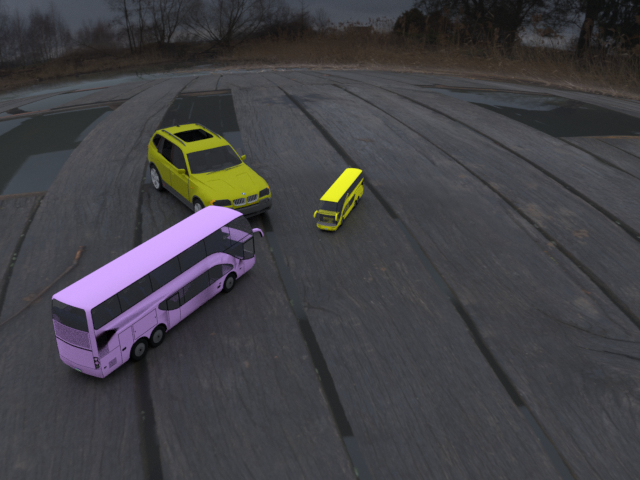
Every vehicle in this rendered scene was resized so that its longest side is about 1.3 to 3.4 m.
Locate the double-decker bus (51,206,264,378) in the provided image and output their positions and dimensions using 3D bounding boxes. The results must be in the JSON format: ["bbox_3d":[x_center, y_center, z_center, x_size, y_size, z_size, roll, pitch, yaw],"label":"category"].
[{"bbox_3d":[-1.936,0.505,8.967,0.756,1.052,3.251,14,30,26],"label":"double-decker bus"}]

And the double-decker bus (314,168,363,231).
[{"bbox_3d":[0.354,-0.689,11.874,0.389,0.541,1.672,9,28,17],"label":"double-decker bus"}]

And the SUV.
[{"bbox_3d":[-2.022,-1.230,12.288,1.276,1.128,3.058,-17,32,-30],"label":"SUV"}]
